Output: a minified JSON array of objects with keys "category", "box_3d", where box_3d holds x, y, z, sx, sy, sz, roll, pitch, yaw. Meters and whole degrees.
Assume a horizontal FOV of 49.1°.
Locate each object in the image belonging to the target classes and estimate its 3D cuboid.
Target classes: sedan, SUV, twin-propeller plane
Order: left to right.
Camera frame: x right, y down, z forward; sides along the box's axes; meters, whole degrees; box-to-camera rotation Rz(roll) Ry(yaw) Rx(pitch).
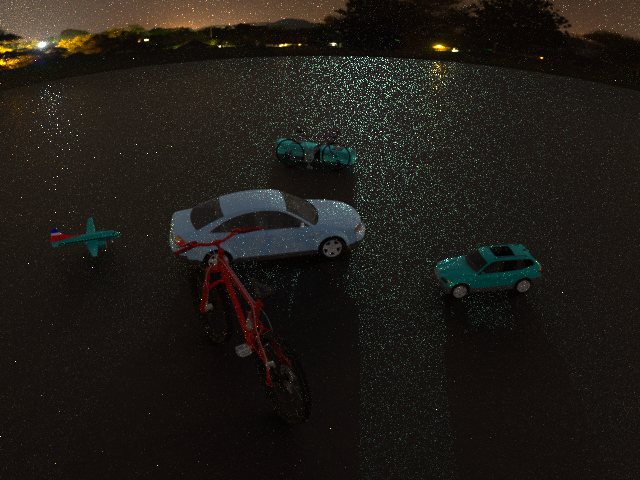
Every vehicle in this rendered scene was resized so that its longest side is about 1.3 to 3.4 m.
[{"category":"twin-propeller plane","box_3d":[-3.806,-0.071,11.383,1.095,0.407,1.370,-10,31,-17]},{"category":"sedan","box_3d":[-0.824,-0.267,11.189,3.137,0.940,1.235,-6,30,-11]},{"category":"SUV","box_3d":[2.474,0.417,10.333,1.572,0.580,0.656,-4,30,-8]}]

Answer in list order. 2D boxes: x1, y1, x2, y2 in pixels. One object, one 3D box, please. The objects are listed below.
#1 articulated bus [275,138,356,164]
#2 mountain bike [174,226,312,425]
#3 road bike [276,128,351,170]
[{"category":"articulated bus","box_3d":[-0.103,-1.867,14.714,1.749,0.289,0.311,12,31,20]},{"category":"mountain bike","box_3d":[-0.921,0.918,8.305,1.114,1.688,2.857,-18,34,-29]},{"category":"road bike","box_3d":[-0.144,-1.834,14.078,1.545,0.852,0.358,6,30,11]}]
